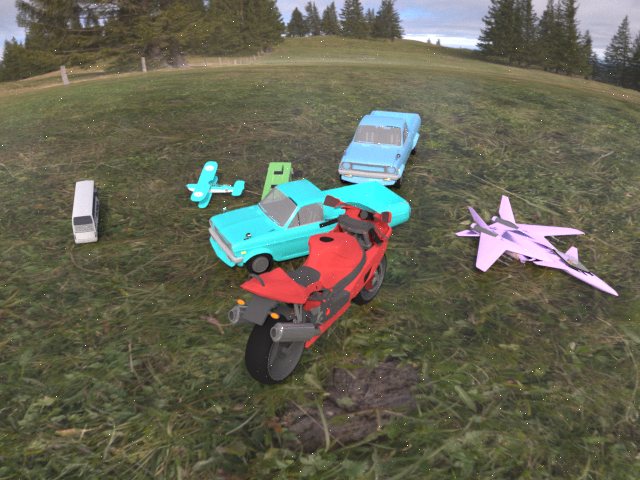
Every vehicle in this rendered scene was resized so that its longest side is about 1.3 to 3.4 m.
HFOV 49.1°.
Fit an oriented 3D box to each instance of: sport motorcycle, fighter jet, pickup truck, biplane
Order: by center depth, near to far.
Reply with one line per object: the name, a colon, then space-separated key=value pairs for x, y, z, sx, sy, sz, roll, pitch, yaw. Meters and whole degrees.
sport motorcycle: x=0.045 y=0.538 z=8.565 sx=0.983 sy=1.596 sz=2.955 roll=17 pitch=32 yaw=30
fighter jet: x=3.379 y=0.099 z=10.529 sx=2.229 sy=0.557 sz=2.640 roll=-17 pitch=32 yaw=-29
pickup truck: x=-0.146 y=-0.368 z=10.953 sx=3.117 sy=0.993 sz=1.244 roll=-13 pitch=30 yaw=-24
biplane: x=-1.900 y=-0.926 z=12.550 sx=1.090 sy=0.504 sz=1.336 roll=2 pitch=28 yaw=4
pickup truck: x=1.266 y=-1.988 z=14.056 sx=1.244 sy=0.993 sz=3.117 roll=7 pitch=28 yaw=13

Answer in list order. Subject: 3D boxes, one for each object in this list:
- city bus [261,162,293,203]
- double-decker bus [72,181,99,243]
city bus: x=-0.756 y=-0.869 z=12.488 sx=0.476 sy=0.460 sz=1.674 roll=1 pitch=28 yaw=1
double-decker bus: x=-3.911 y=-0.507 z=11.707 sx=0.389 sy=0.541 sz=1.672 roll=-7 pitch=28 yaw=-13
